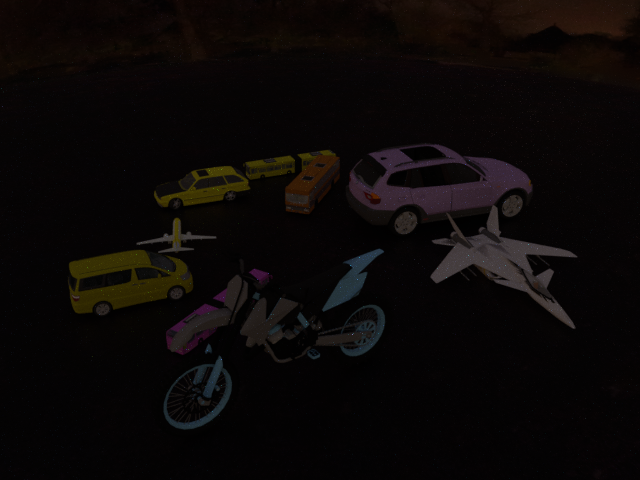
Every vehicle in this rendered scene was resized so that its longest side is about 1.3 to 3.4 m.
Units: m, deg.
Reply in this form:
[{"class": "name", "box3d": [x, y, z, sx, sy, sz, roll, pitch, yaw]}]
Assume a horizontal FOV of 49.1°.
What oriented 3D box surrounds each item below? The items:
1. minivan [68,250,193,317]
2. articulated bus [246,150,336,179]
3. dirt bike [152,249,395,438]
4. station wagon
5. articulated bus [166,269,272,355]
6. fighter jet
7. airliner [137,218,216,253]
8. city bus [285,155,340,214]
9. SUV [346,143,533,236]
[{"class": "minivan", "box3d": [-2.441, 0.491, 9.065, 1.548, 0.616, 0.681, -11, 30, -21]}, {"class": "articulated bus", "box3d": [-0.543, -1.414, 13.096, 1.749, 0.289, 0.311, -11, 29, -21]}, {"class": "dirt bike", "box3d": [-0.363, 0.920, 7.096, 2.903, 1.666, 1.024, -18, 32, -31]}, {"class": "station wagon", "box3d": [-2.023, -0.923, 11.948, 1.597, 0.473, 0.682, -10, 29, -19]}, {"class": "articulated bus", "box3d": [-1.218, 0.858, 8.714, 0.311, 0.289, 1.749, 16, 31, 28]}, {"class": "fighter jet", "box3d": [2.631, 0.335, 9.430, 2.229, 0.557, 2.640, -9, 29, -17]}, {"class": "airliner", "box3d": [-2.154, -0.143, 10.491, 1.161, 0.429, 1.307, -5, 28, -9]}, {"class": "city bus", "box3d": [-0.104, -0.958, 12.031, 0.476, 0.460, 1.674, 9, 29, 17]}, {"class": "SUV", "box3d": [1.944, -0.937, 11.263, 3.058, 1.128, 1.276, -9, 29, -17]}]
